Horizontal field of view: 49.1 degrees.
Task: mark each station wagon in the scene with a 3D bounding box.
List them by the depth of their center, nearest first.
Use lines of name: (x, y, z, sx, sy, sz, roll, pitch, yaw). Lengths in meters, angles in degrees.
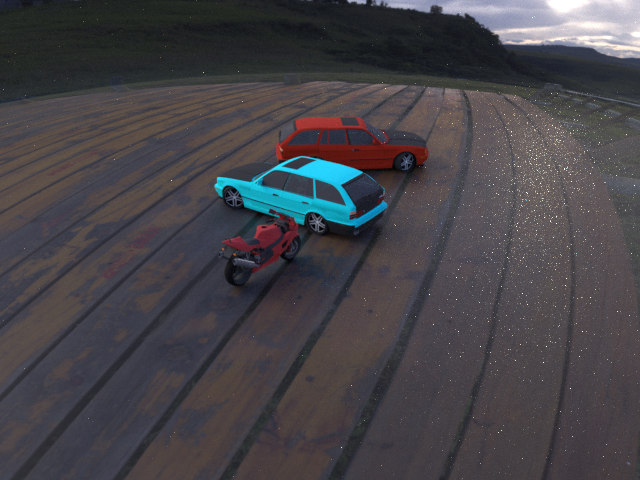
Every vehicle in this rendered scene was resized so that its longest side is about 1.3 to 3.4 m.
station wagon: (-0.407, -0.920, 12.095, 3.105, 0.920, 1.327, 17, 31, 31)
station wagon: (0.661, -1.984, 14.266, 3.105, 0.920, 1.327, -2, 26, -4)

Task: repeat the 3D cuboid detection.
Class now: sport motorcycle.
sport motorcycle: (-0.817, 0.100, 10.127, 0.506, 0.821, 1.520, 21, 33, 37)
